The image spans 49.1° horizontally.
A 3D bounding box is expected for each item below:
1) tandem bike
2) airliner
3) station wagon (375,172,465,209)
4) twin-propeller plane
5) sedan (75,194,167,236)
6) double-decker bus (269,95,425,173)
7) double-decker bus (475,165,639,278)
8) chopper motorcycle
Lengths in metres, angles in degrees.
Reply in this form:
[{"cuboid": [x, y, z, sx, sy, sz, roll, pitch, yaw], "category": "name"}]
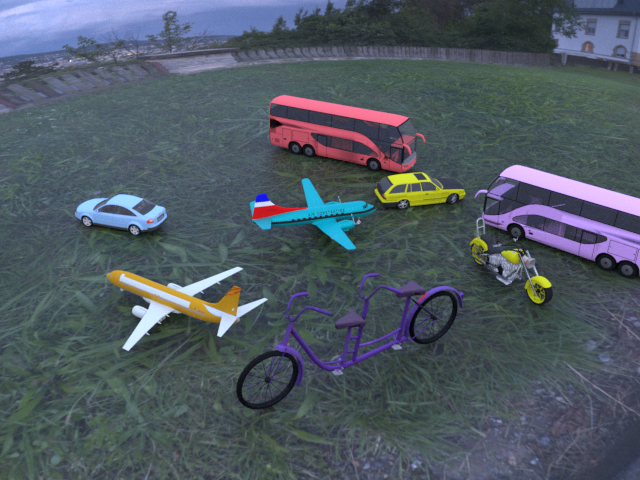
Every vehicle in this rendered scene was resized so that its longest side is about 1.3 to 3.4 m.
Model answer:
[{"cuboid": [0.461, 1.029, 8.212, 3.192, 1.326, 0.550, -16, 33, -27], "category": "tandem bike"}, {"cuboid": [-2.011, 0.633, 9.418, 2.541, 0.835, 2.257, 17, 34, 28], "category": "airliner"}, {"cuboid": [1.814, -0.931, 12.575, 1.597, 0.473, 0.682, -6, 30, -11], "category": "station wagon"}, {"cuboid": [-0.073, -0.509, 11.496, 2.129, 0.792, 2.663, -8, 30, -14], "category": "twin-propeller plane"}, {"cuboid": [-3.368, -0.488, 11.775, 1.613, 0.483, 0.635, 10, 31, 16], "category": "sedan"}, {"cuboid": [0.471, -2.146, 14.148, 3.251, 1.052, 0.756, 15, 33, 25], "category": "double-decker bus"}, {"cuboid": [4.024, -0.316, 10.888, 3.251, 1.052, 0.756, 23, 37, 35], "category": "double-decker bus"}, {"cuboid": [2.744, 0.297, 10.092, 0.466, 0.761, 1.563, -16, 33, -27], "category": "chopper motorcycle"}]
